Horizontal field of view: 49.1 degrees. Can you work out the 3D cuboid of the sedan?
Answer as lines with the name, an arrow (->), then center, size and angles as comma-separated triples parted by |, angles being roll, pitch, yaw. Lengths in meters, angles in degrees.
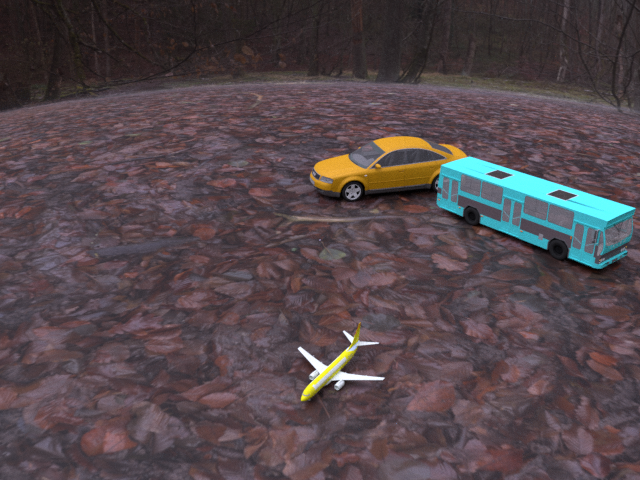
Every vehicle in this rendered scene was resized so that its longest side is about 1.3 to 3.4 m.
sedan -> 1.354, -1.464, 13.612 | 3.137, 0.940, 1.235 | -6, 26, -14

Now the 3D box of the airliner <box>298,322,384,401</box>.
airliner -> 0.153, 1.402, 8.036 | 1.161, 0.429, 1.307 | 15, 29, 29

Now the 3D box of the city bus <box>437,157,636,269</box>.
city bus -> 3.425, -0.497, 11.579 | 0.926, 0.894, 3.255 | -19, 31, -35
